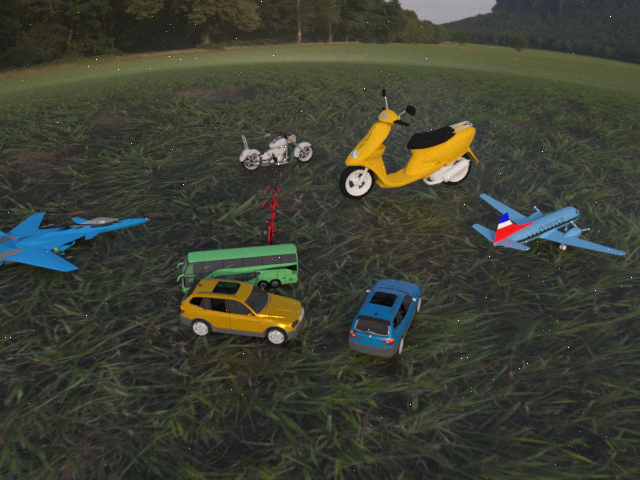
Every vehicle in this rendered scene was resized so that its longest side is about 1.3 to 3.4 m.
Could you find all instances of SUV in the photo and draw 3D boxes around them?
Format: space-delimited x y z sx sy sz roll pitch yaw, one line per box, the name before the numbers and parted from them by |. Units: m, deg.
SUV | 0.837 0.879 8.771 0.656 0.580 1.572 9 29 18
SUV | -0.980 0.856 8.815 1.572 0.580 0.656 5 28 9

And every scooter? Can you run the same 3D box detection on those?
scooter | 1.620 -1.687 12.412 2.721 1.786 1.288 -9 29 -17

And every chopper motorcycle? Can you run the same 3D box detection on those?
chopper motorcycle | -0.843 -1.798 13.739 1.563 0.761 0.466 -14 30 -25

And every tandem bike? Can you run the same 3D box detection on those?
tandem bike | -0.765 -0.378 11.086 0.283 0.682 1.642 0 27 0

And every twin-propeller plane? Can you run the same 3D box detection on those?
twin-propeller plane | 3.383 -0.281 10.779 2.129 0.792 2.663 -19 33 -32

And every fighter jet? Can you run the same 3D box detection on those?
fighter jet | -3.922 -0.180 10.839 2.640 0.557 2.229 -15 31 -27

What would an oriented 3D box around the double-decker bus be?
double-decker bus | -1.136 0.402 9.732 1.672 0.541 0.389 -5 28 -9
